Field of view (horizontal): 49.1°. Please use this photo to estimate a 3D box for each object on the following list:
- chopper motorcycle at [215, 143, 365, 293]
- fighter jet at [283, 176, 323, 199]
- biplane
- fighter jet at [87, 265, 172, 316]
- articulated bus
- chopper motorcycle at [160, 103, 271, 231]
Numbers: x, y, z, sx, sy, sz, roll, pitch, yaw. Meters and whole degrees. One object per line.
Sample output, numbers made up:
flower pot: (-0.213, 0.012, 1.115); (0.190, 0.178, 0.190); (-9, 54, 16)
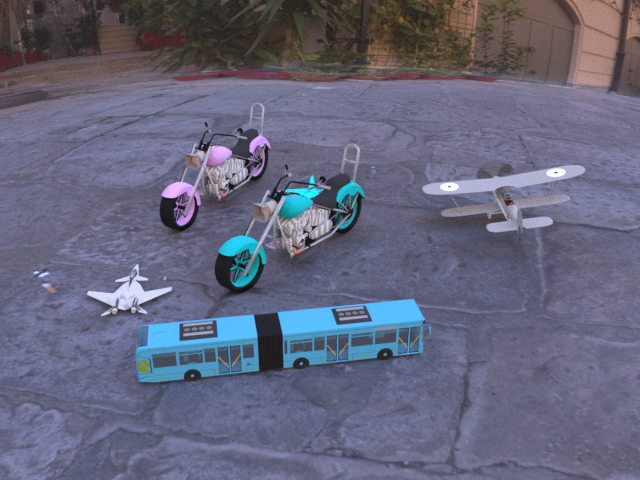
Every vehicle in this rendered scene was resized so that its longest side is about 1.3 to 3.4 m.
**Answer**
chopper motorcycle: (-0.367, -0.377, 10.348); (0.906, 1.480, 3.040); (21, 34, 35)
fighter jet: (-0.348, -0.768, 12.423); (1.147, 0.286, 1.358); (18, 32, 31)
biplane: (2.987, -0.599, 11.330); (2.598, 0.981, 2.120); (1, 27, 1)
fighter jet: (-2.644, 0.593, 9.761); (1.147, 0.286, 1.358); (-3, 27, -5)
articulated bus: (-0.419, 1.186, 8.301); (3.401, 0.561, 0.605); (-5, 27, -9)
chopper motorcycle: (-1.776, -1.332, 12.216); (0.906, 1.480, 3.040); (13, 30, 24)
